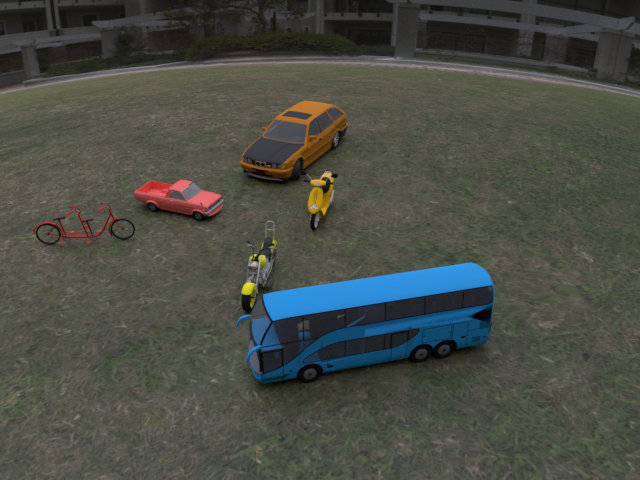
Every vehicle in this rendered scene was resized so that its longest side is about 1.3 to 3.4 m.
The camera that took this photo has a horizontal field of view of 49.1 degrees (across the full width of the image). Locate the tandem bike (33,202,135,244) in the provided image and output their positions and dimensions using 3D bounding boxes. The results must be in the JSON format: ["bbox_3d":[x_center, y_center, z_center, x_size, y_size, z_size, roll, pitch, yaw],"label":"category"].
[{"bbox_3d":[-3.927,-0.263,11.614,1.642,0.682,0.283,-4,29,-7],"label":"tandem bike"}]

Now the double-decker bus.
[{"bbox_3d":[0.608,1.050,8.888,3.251,1.052,0.756,-8,30,-13],"label":"double-decker bus"}]

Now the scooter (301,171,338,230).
[{"bbox_3d":[0.019,-0.844,12.412,0.662,0.919,1.399,6,30,11],"label":"scooter"}]

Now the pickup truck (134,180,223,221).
[{"bbox_3d":[-2.575,-0.797,12.745,1.603,0.511,0.640,11,31,19],"label":"pickup truck"}]

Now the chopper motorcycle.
[{"bbox_3d":[-0.901,0.370,10.401,0.466,0.761,1.563,5,30,9],"label":"chopper motorcycle"}]

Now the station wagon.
[{"bbox_3d":[-0.507,-2.195,14.826,1.327,0.920,3.105,13,32,22],"label":"station wagon"}]
